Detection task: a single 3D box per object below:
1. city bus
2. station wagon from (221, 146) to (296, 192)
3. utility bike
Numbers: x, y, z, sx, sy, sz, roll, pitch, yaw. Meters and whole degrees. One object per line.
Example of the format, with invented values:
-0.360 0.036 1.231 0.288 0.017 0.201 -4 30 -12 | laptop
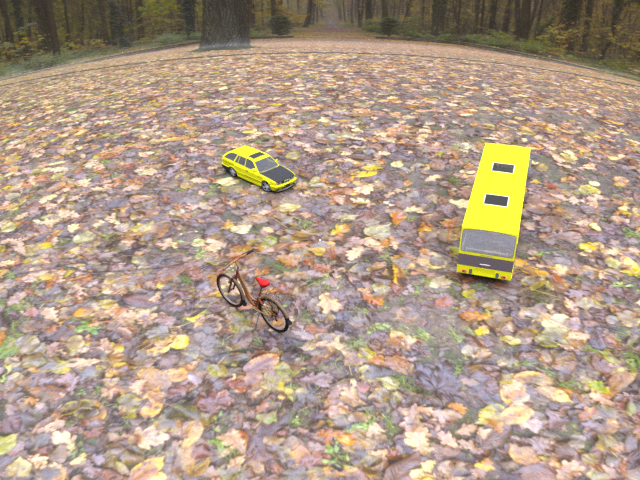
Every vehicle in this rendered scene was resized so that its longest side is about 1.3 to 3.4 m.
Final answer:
2.857 -0.522 11.333 0.926 0.894 3.255 9 32 15 | city bus
-1.157 -1.375 13.189 1.597 0.473 0.682 26 39 37 | station wagon
-0.935 0.690 9.232 1.435 0.946 0.535 24 38 35 | utility bike
